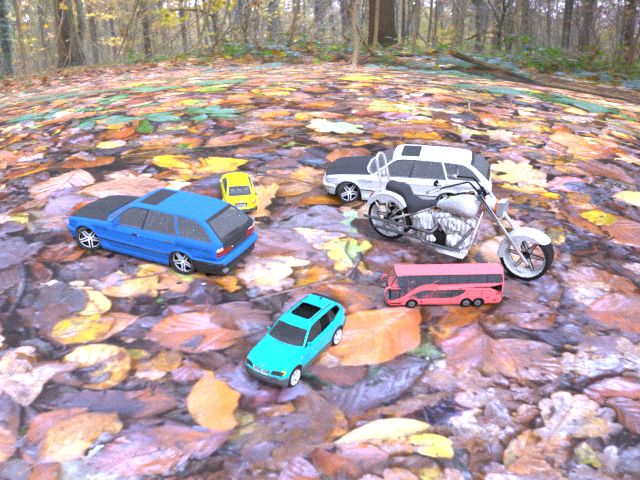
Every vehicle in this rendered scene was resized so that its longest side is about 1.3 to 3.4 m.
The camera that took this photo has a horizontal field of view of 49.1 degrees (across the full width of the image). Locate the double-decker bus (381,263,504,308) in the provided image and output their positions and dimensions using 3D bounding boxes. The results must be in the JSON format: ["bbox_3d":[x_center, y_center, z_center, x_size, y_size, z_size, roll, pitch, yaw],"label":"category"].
[{"bbox_3d":[1.697,0.627,9.750,1.672,0.541,0.389,-1,27,-2],"label":"double-decker bus"}]

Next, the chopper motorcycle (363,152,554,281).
[{"bbox_3d":[2.077,-0.390,10.704,3.040,1.480,0.906,16,31,29],"label":"chopper motorcycle"}]

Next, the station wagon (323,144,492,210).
[{"bbox_3d":[1.605,-1.237,12.971,3.105,0.920,1.327,6,28,11],"label":"station wagon"}]

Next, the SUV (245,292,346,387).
[{"bbox_3d":[-0.272,1.184,8.619,0.656,0.580,1.572,16,31,28],"label":"SUV"}]

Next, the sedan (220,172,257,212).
[{"bbox_3d":[-1.514,-0.955,12.899,0.635,0.483,1.613,-5,28,-9],"label":"sedan"}]

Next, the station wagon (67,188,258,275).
[{"bbox_3d":[-2.567,-0.285,11.113,3.105,0.920,1.327,12,30,22],"label":"station wagon"}]
